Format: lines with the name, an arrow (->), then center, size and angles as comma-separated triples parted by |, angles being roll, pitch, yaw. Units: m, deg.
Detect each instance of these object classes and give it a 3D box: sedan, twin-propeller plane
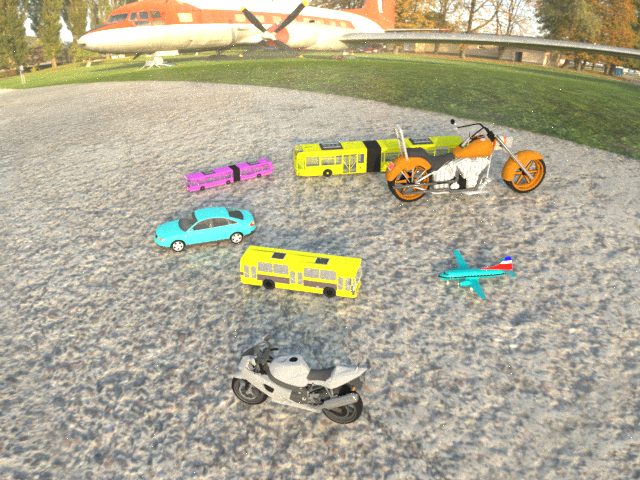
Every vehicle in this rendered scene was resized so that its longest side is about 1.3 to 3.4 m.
sedan -> -1.838, -0.222, 11.164 | 1.613, 0.483, 0.635 | -8, 29, -15
twin-propeller plane -> 2.223, 0.436, 10.004 | 1.095, 0.407, 1.370 | -3, 28, -6

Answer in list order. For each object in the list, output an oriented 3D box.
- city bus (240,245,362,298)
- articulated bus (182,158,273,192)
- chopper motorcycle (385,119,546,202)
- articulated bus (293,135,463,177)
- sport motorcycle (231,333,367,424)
city bus -> -0.269, 0.460, 9.902 | 1.674, 0.460, 0.476 | 7, 29, 12
articulated bus -> -1.724, -1.243, 13.300 | 1.749, 0.289, 0.311 | -16, 32, -27
chopper motorcycle -> 2.628, -1.428, 12.377 | 3.040, 1.480, 0.906 | -7, 29, -13
articulated bus -> 1.194, -1.655, 13.787 | 3.401, 0.561, 0.605 | -4, 28, -8
sport motorcycle -> -0.247, 1.530, 7.498 | 1.520, 0.821, 0.506 | 8, 29, 14
